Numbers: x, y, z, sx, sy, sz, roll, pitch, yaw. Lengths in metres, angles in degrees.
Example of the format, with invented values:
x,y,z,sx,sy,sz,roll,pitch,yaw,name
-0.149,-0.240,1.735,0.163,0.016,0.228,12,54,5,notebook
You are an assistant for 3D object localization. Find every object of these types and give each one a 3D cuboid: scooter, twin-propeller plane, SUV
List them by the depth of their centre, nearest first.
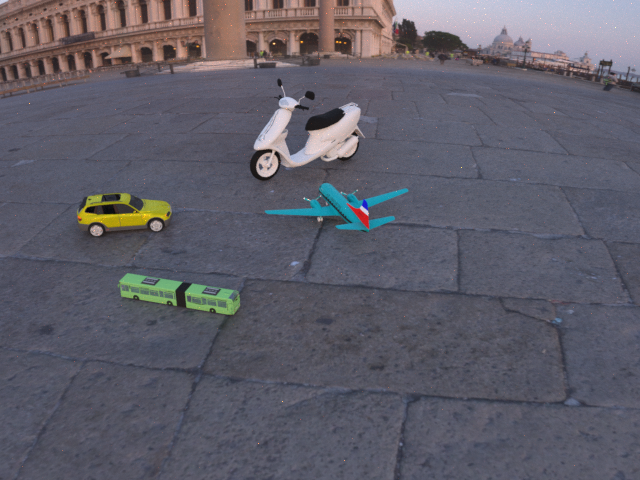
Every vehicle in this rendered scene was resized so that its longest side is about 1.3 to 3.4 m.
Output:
x,y,z,sx,sy,sz,roll,pitch,yaw,name
-3.296,-0.477,11.810,1.572,0.580,0.656,-5,28,-10,SUV
0.396,-0.653,11.920,2.663,0.792,2.129,-10,29,-19,twin-propeller plane
-0.222,-2.248,13.925,2.721,1.786,1.288,-17,32,-30,scooter

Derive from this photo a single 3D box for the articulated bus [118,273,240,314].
x,y,z,sx,sy,sz,roll,pitch,yaw,name
-1.973,0.749,9.754,1.749,0.289,0.311,8,28,15,articulated bus
